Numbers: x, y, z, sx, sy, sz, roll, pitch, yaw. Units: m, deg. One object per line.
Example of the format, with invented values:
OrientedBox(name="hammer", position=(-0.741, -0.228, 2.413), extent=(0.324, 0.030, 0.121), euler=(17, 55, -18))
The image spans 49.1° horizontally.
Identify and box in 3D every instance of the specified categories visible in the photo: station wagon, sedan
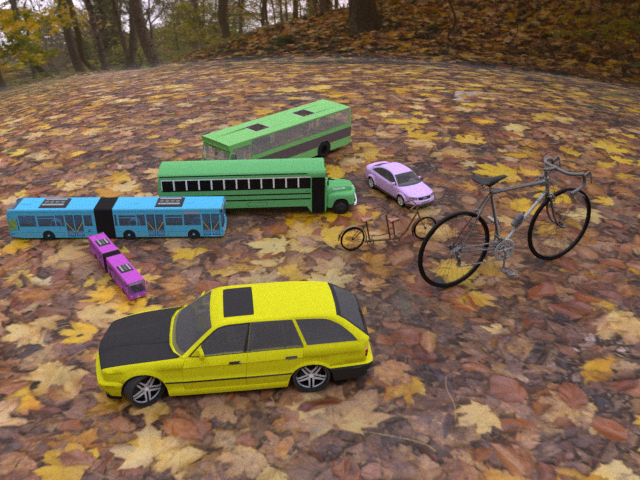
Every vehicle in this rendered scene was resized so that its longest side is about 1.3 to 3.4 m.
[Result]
OrientedBox(name="station wagon", position=(-0.987, 1.086, 8.039), extent=(3.105, 0.920, 1.327), euler=(-4, 28, -7))
OrientedBox(name="sedan", position=(1.414, -1.058, 12.546), extent=(0.635, 0.483, 1.613), euler=(-15, 31, -26))

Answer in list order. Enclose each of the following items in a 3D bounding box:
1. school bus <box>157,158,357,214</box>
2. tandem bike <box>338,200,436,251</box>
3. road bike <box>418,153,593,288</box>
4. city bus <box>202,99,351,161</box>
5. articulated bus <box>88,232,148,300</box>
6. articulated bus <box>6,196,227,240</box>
OrientedBox(name="school bus", position=(-1.035, -0.912, 11.886), extent=(3.322, 0.844, 0.709), euler=(-2, 28, -3))
OrientedBox(name="tandem bike", position=(1.056, -0.224, 10.761), extent=(1.642, 0.682, 0.283), euler=(-8, 29, -15))
OrientedBox(name="road bike", position=(2.674, -0.262, 9.794), extent=(3.004, 1.656, 0.697), euler=(-12, 30, -22))
OrientedBox(name="city bus", position=(-0.767, -1.924, 13.739), extent=(0.926, 0.894, 3.255), euler=(25, 37, 38))
OrientedBox(name="articulated bus", position=(-2.948, 0.349, 10.102), extent=(0.311, 0.289, 1.749), euler=(-18, 33, -30))
OrientedBox(name="articulated bus", position=(-3.173, -0.360, 11.147), extent=(3.401, 0.561, 0.605), euler=(-1, 28, -1))
